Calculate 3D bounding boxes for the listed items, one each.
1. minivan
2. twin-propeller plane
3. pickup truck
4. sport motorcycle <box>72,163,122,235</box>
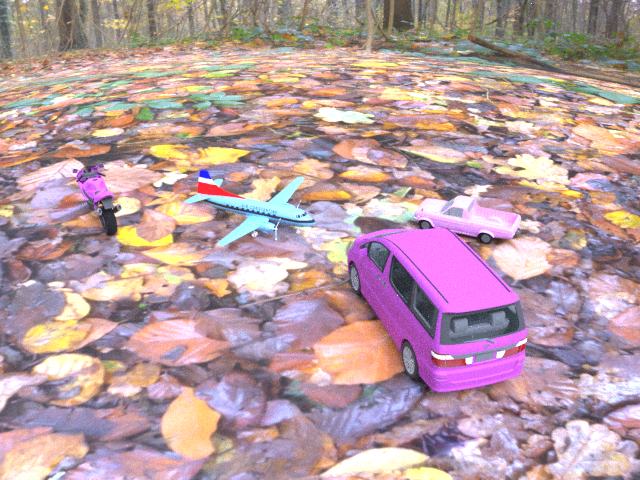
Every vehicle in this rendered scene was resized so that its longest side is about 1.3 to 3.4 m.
[{"bbox_3d":[1.277,0.542,8.480,1.324,1.197,3.011,-8,29,-15],"label":"minivan"},{"bbox_3d":[-1.036,-0.592,11.011,2.129,0.792,2.663,12,31,21],"label":"twin-propeller plane"},{"bbox_3d":[2.282,-0.368,10.893,1.603,0.511,0.640,13,31,23],"label":"pickup truck"},{"bbox_3d":[-3.521,-0.665,11.117,0.506,0.821,1.520,-16,32,-27],"label":"sport motorcycle"}]
